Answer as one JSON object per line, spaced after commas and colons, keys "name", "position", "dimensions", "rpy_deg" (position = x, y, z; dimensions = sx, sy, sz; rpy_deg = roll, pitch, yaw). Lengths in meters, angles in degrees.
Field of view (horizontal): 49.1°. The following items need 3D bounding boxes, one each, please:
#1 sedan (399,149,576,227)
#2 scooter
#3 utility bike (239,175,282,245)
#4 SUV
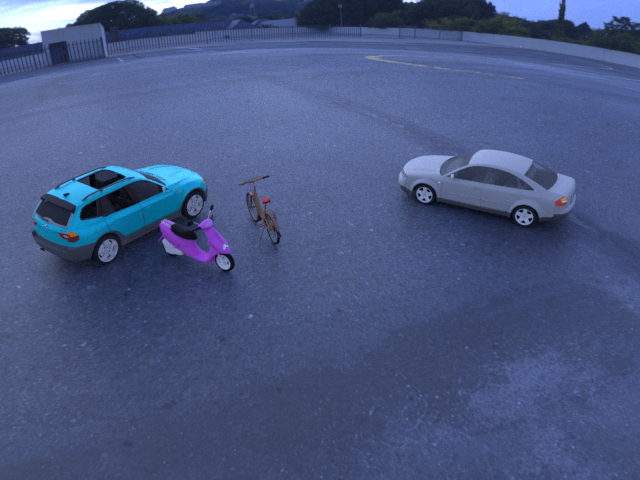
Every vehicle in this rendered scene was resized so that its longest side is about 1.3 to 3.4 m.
{"name": "sedan", "position": [2.945, -1.083, 12.503], "dimensions": [3.137, 0.940, 1.235], "rpy_deg": [15, 33, 23]}
{"name": "scooter", "position": [-1.924, -0.044, 10.744], "dimensions": [1.399, 0.919, 0.662], "rpy_deg": [14, 33, 23]}
{"name": "utility bike", "position": [-0.999, -0.523, 11.538], "dimensions": [0.535, 0.946, 1.435], "rpy_deg": [-14, 33, -23]}
{"name": "SUV", "position": [-3.233, -0.653, 11.578], "dimensions": [1.276, 1.128, 3.058], "rpy_deg": [20, 36, 31]}
